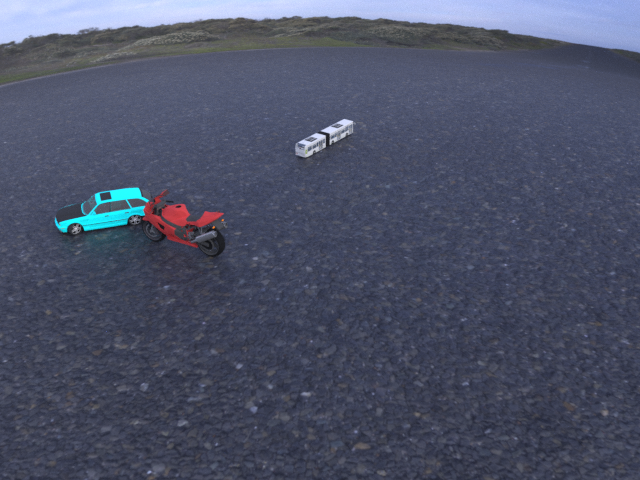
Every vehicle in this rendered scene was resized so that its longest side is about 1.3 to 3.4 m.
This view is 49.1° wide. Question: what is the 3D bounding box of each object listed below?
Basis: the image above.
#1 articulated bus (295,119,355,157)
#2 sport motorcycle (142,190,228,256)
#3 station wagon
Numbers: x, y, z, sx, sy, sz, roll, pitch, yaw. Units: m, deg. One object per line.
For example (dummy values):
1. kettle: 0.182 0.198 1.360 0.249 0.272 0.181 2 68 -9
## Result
1. articulated bus: 0.119 -2.103 14.405 0.311 0.289 1.749 20 35 30
2. sport motorcycle: -2.090 -0.229 10.614 1.520 0.821 0.506 13 32 21
3. station wagon: -3.508 -0.506 11.444 1.597 0.473 0.682 -10 32 -17
